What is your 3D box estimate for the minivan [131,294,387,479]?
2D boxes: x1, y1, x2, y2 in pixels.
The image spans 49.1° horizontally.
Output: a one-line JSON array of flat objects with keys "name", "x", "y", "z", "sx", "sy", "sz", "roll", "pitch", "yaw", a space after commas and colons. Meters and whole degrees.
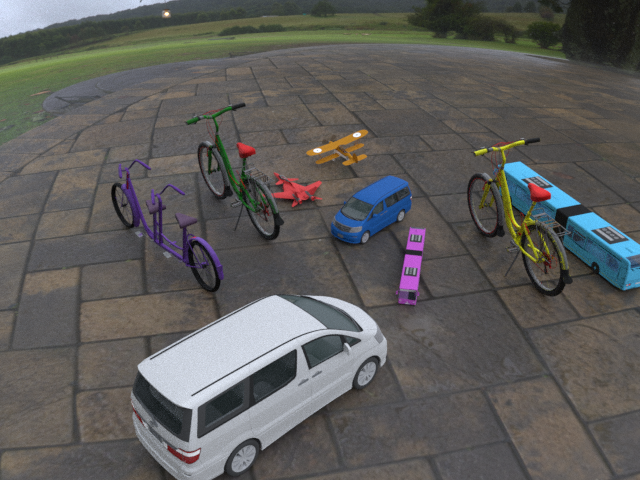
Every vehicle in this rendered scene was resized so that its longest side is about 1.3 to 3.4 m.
[{"name": "minivan", "x": -0.543, "y": 1.365, "z": 7.702, "sx": 3.011, "sy": 1.197, "sz": 1.324, "roll": -26, "pitch": 40, "yaw": -36}]

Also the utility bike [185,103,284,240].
[{"name": "utility bike", "x": -1.440, "y": -1.120, "z": 11.187, "sx": 1.039, "sy": 1.839, "sz": 2.791, "roll": -19, "pitch": 36, "yaw": -29}]

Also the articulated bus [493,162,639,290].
[{"name": "articulated bus", "x": 3.889, "y": -0.336, "z": 11.127, "sx": 0.605, "sy": 0.561, "sz": 3.401, "roll": -11, "pitch": 33, "yaw": -17}]

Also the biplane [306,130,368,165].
[{"name": "biplane", "x": 0.417, "y": -1.676, "z": 13.396, "sx": 1.336, "sy": 0.504, "sz": 1.090, "roll": -16, "pitch": 35, "yaw": -25}]

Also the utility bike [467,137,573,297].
[{"name": "utility bike", "x": 2.743, "y": -0.430, "z": 10.047, "sx": 1.039, "sy": 1.839, "sz": 2.791, "roll": -9, "pitch": 32, "yaw": -15}]

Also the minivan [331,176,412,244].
[{"name": "minivan", "x": 0.838, "y": -0.500, "z": 11.344, "sx": 0.681, "sy": 0.616, "sz": 1.548, "roll": 25, "pitch": 39, "yaw": 35}]

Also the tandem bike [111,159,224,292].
[{"name": "tandem bike", "x": -2.365, "y": -0.310, "z": 10.344, "sx": 0.550, "sy": 1.326, "sz": 3.192, "roll": -24, "pitch": 39, "yaw": -34}]

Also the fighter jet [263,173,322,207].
[{"name": "fighter jet", "x": -0.538, "y": -1.025, "z": 12.531, "sx": 1.147, "sy": 0.286, "sz": 1.358, "roll": -16, "pitch": 35, "yaw": -24}]

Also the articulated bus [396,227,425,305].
[{"name": "articulated bus", "x": 1.357, "y": 0.347, "z": 10.261, "sx": 0.311, "sy": 0.289, "sz": 1.749, "roll": 6, "pitch": 32, "yaw": 10}]
